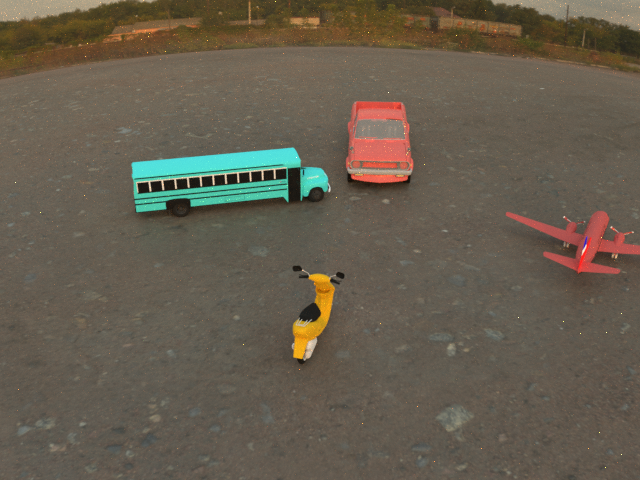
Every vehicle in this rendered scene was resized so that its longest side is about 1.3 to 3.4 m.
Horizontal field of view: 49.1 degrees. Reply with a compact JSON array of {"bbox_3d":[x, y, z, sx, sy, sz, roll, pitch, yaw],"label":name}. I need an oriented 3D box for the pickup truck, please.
[{"bbox_3d":[1.146,-2.057,13.577,1.244,0.993,3.117,2,30,3],"label":"pickup truck"}]

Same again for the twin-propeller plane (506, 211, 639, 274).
[{"bbox_3d":[4.009,-0.074,10.301,2.663,0.792,2.129,15,33,24],"label":"twin-propeller plane"}]

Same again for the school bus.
[{"bbox_3d":[-1.471,-1.012,11.893,3.322,0.844,0.709,-7,30,-12],"label":"school bus"}]

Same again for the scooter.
[{"bbox_3d":[-0.063,0.829,8.588,0.662,0.919,1.399,8,31,14],"label":"scooter"}]
